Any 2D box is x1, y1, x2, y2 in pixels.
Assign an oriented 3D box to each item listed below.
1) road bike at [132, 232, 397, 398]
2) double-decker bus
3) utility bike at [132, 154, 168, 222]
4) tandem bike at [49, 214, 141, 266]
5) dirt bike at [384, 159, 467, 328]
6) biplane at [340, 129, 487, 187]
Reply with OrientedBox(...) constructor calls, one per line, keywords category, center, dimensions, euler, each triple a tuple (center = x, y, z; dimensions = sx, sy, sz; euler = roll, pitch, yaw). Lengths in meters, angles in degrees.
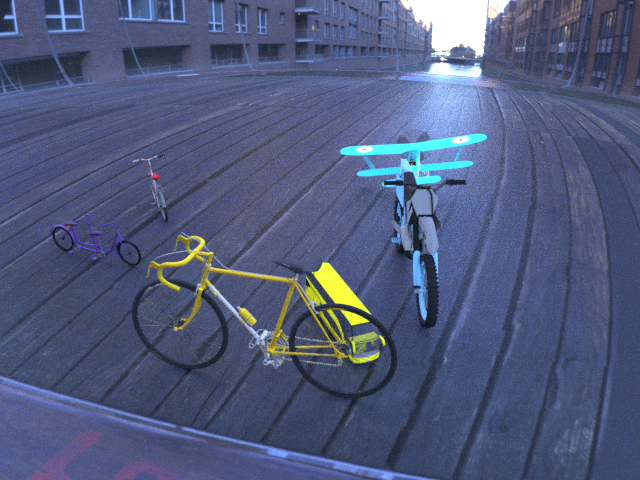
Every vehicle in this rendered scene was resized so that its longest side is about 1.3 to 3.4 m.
OrientedBox(category="road bike", center=(-0.660, 0.827, 7.375), dimensions=(3.004, 1.656, 0.697), euler=(7, 27, 14))
OrientedBox(category="double-decker bus", center=(0.257, 0.874, 8.532), dimensions=(0.389, 0.541, 1.672), euler=(-10, 28, -19))
OrientedBox(category="utility bike", center=(-2.766, -0.887, 11.621), dimensions=(0.535, 0.946, 1.435), euler=(-10, 28, -20))
OrientedBox(category="tandem bike", center=(-3.309, -0.043, 10.219), dimensions=(1.642, 0.682, 0.283), euler=(11, 28, 21))
OrientedBox(category="dirt bike", center=(1.285, -0.146, 9.321), dimensions=(1.024, 1.666, 2.903), euler=(-1, 26, -2))
OrientedBox(category="biplane", center=(1.613, -1.336, 12.484), dimensions=(2.598, 0.981, 2.120), euler=(4, 27, 8))
